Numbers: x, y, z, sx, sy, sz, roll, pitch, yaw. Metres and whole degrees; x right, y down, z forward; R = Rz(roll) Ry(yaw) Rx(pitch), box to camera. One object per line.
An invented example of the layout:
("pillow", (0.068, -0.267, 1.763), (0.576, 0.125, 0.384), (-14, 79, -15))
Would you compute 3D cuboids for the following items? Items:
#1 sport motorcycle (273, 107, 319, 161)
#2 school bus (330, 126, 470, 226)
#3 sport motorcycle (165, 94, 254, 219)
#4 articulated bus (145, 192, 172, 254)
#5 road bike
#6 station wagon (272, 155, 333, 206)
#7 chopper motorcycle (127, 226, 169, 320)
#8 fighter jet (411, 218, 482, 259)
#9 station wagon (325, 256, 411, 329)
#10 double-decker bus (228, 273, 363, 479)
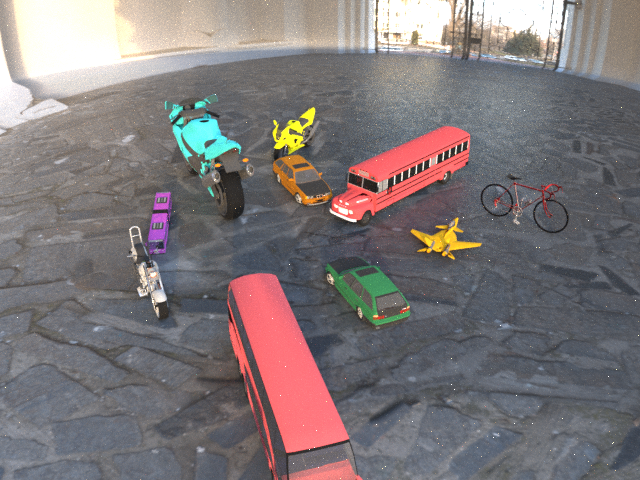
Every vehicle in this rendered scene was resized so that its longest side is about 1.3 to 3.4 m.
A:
("sport motorcycle", (-0.508, -2.127, 14.221), (0.506, 0.821, 1.520), (16, 33, 25))
("school bus", (1.487, -1.202, 12.578), (0.709, 0.844, 3.322), (25, 38, 37))
("sport motorcycle", (-1.981, -1.523, 12.382), (0.983, 1.596, 2.955), (-14, 33, -23))
("articulated bus", (-2.639, -0.311, 11.579), (0.311, 0.289, 1.749), (-4, 30, -6))
("road bike", (3.381, -0.642, 11.590), (1.545, 0.852, 0.358), (21, 36, 32))
("station wagon", (-0.332, -1.138, 12.841), (0.682, 0.473, 1.597), (-13, 32, -22))
("chopper motorcycle", (-2.398, 0.446, 9.777), (0.466, 0.761, 1.563), (-13, 32, -22))
("fighter jet", (2.061, -0.150, 11.299), (1.147, 0.286, 1.358), (12, 32, 21))
("station wagon", (0.630, 0.621, 9.760), (0.682, 0.473, 1.597), (-13, 32, -21))
("double-decker bus", (-0.378, 1.610, 7.445), (0.756, 1.052, 3.251), (-8, 31, -14))
